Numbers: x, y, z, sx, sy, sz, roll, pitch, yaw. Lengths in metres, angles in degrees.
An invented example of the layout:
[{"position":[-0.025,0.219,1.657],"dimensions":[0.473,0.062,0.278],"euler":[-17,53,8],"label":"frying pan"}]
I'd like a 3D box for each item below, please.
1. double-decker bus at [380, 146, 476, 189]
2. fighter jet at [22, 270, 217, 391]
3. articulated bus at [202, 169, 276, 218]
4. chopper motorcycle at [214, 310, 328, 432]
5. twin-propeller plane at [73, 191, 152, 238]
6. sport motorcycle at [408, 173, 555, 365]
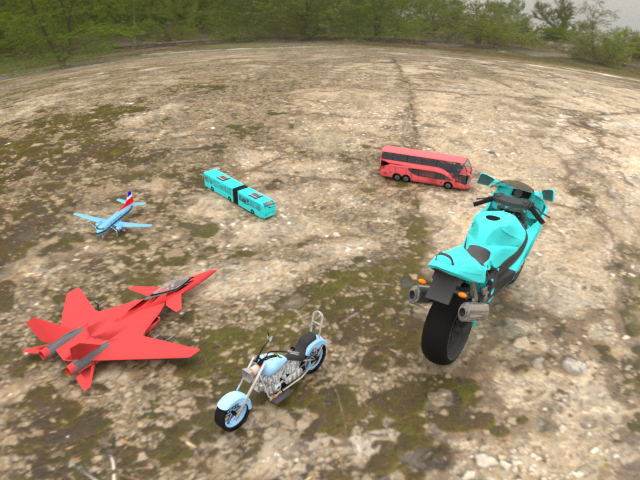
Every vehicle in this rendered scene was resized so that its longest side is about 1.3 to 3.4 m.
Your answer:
[{"position":[1.884,-1.270,12.335],"dimensions":[1.672,0.541,0.389],"euler":[11,31,20],"label":"double-decker bus"},{"position":[-2.203,0.775,8.619],"dimensions":[2.229,0.557,2.640],"euler":[20,34,31],"label":"fighter jet"},{"position":[-1.372,-0.788,11.724],"dimensions":[0.311,0.289,1.749],"euler":[-23,36,-35],"label":"articulated bus"},{"position":[-0.485,1.357,7.356],"dimensions":[0.466,0.761,1.563],"euler":[24,37,36],"label":"chopper motorcycle"},{"position":[-3.180,-0.387,10.876],"dimensions":[1.370,0.407,1.095],"euler":[9,30,15],"label":"twin-propeller plane"},{"position":[1.993,0.281,8.438],"dimensions":[0.983,1.596,2.955],"euler":[18,34,29],"label":"sport motorcycle"}]
